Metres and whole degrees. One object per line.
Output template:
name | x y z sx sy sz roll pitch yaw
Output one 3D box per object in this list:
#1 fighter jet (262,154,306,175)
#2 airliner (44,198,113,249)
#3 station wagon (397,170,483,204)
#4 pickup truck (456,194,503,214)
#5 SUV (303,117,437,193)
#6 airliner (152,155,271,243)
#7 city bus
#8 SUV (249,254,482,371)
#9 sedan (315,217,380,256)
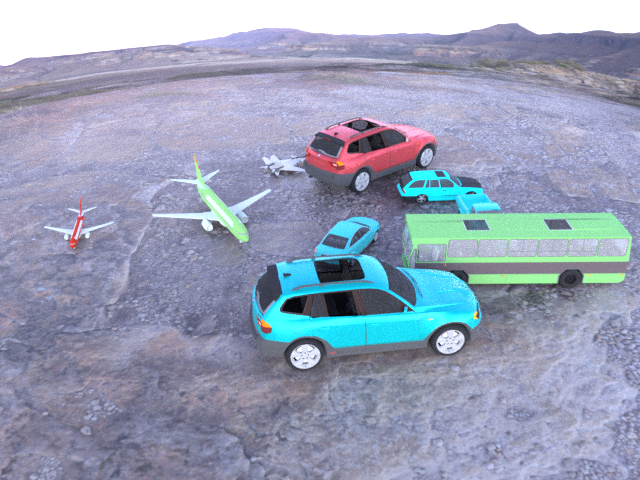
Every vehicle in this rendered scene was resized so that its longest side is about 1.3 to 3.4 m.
fighter jet | -0.564 -1.712 14.737 1.358 0.286 1.147 -23 36 -36
airliner | -4.153 -0.282 11.959 1.161 0.429 1.307 -4 29 -8
station wagon | 2.298 -1.046 13.317 1.597 0.473 0.682 -2 29 -4
pickup truck | 2.830 -0.400 12.092 0.640 0.511 1.603 -3 29 -5
SUV | 1.078 -1.896 14.195 3.058 1.128 1.276 -23 36 -36
airliner | -1.789 -0.729 12.356 2.257 0.835 2.541 -14 32 -25
city bus | 2.921 0.162 10.656 3.255 0.894 0.926 0 29 -1
SUV | 0.597 0.821 9.200 3.058 1.128 1.276 -4 29 -8
sedan | 0.472 -0.050 11.476 0.635 0.483 1.613 14 32 24
